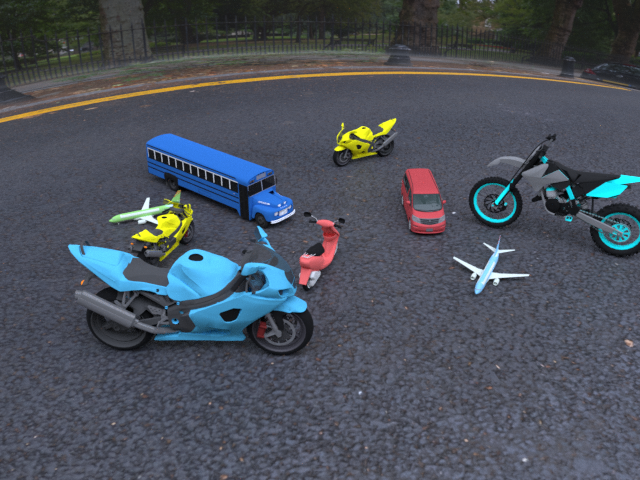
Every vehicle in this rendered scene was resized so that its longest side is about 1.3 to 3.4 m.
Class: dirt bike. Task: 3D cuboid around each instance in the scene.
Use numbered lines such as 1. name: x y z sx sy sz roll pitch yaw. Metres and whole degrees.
1. dirt bike: 3.813 -0.711 11.159 2.903 1.666 1.024 15 33 24

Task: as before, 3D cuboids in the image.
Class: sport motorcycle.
1. sport motorcycle: 0.917 -2.006 14.315 1.520 0.821 0.506 -16 33 -27
2. sport motorcycle: -2.403 -0.068 10.880 0.506 0.821 1.520 12 32 20
3. sport motorcycle: -1.553 0.722 8.689 2.955 1.596 0.983 2 29 3

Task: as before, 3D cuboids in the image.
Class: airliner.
1. airliner: 2.528 0.379 10.486 1.161 0.429 1.307 14 32 23
2. airliner: -3.012 -0.559 12.148 1.307 0.429 1.161 -13 32 -21

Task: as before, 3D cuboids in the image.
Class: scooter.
1. scooter: 0.006 0.105 10.473 0.662 0.919 1.399 11 31 19

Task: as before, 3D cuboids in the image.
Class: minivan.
1. minivan: 1.790 -0.685 12.182 0.681 0.616 1.548 -1 29 -1

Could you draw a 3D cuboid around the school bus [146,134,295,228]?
1. school bus: -1.850 -1.124 12.727 3.322 0.844 0.709 22 36 34
